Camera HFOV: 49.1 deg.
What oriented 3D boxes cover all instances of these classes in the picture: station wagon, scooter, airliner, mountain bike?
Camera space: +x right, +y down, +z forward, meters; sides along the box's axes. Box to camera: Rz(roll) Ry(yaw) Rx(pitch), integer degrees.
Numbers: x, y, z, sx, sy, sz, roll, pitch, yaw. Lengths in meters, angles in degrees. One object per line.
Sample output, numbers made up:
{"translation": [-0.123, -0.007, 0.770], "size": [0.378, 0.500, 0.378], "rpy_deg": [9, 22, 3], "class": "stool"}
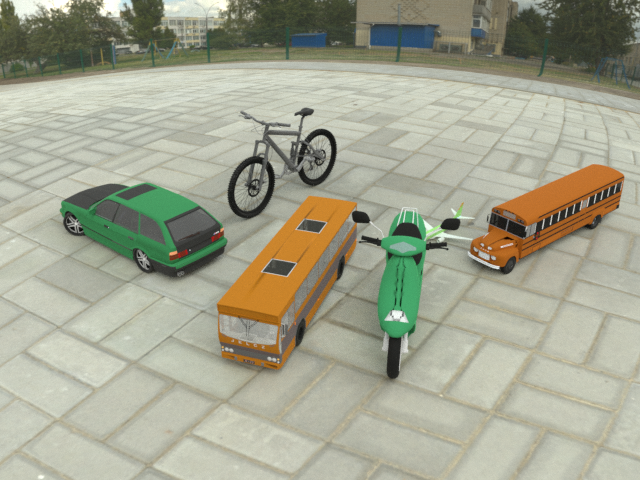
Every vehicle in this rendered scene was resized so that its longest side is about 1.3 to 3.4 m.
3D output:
{"translation": [-2.923, -0.385, 11.195], "size": [3.105, 0.920, 1.327], "rpy_deg": [22, 35, 34], "class": "station wagon"}
{"translation": [1.064, 0.338, 8.958], "size": [1.288, 1.786, 2.721], "rpy_deg": [5, 29, 9], "class": "scooter"}
{"translation": [1.945, -0.249, 11.460], "size": [1.307, 0.429, 1.161], "rpy_deg": [-23, 36, -36], "class": "airliner"}
{"translation": [-0.610, -1.492, 12.430], "size": [1.114, 1.688, 2.857], "rpy_deg": [21, 35, 34], "class": "mountain bike"}

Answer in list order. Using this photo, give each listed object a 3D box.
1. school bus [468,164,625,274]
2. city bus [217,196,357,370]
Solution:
{"translation": [3.691, -0.397, 11.298], "size": [3.322, 0.844, 0.709], "rpy_deg": [-21, 35, -34], "class": "school bus"}
{"translation": [-0.325, 0.474, 9.644], "size": [0.926, 0.894, 3.255], "rpy_deg": [9, 30, 17], "class": "city bus"}
